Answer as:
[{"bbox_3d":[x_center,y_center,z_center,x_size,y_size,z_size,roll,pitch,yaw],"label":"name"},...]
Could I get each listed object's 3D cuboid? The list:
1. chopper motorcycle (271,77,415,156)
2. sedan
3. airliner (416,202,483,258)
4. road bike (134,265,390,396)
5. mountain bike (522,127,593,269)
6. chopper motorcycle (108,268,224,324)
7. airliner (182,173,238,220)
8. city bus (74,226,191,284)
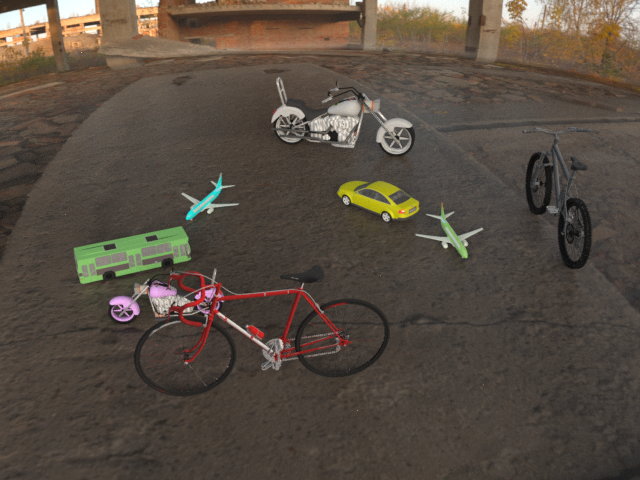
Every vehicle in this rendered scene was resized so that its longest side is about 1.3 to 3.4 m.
[{"bbox_3d":[0.466,-2.553,14.519,3.040,1.480,0.906,6,31,10],"label":"chopper motorcycle"},{"bbox_3d":[1.013,-0.774,12.430,1.613,0.483,0.635,25,38,36],"label":"sedan"},{"bbox_3d":[2.166,-0.150,11.400,1.161,0.429,1.307,-5,30,-9],"label":"airliner"},{"bbox_3d":[-0.636,1.052,8.086,3.004,1.656,0.697,-5,30,-9],"label":"road bike"},{"bbox_3d":[3.840,-0.800,11.269,1.114,1.688,2.857,-1,30,-2],"label":"mountain bike"},{"bbox_3d":[-2.093,0.760,9.490,1.563,0.761,0.466,-3,30,-6],"label":"chopper motorcycle"},{"bbox_3d":[-2.042,-0.760,12.460,1.161,0.429,1.307,11,32,19],"label":"airliner"},{"bbox_3d":[-2.850,0.238,10.697,1.674,0.460,0.476,-13,32,-21],"label":"city bus"}]
